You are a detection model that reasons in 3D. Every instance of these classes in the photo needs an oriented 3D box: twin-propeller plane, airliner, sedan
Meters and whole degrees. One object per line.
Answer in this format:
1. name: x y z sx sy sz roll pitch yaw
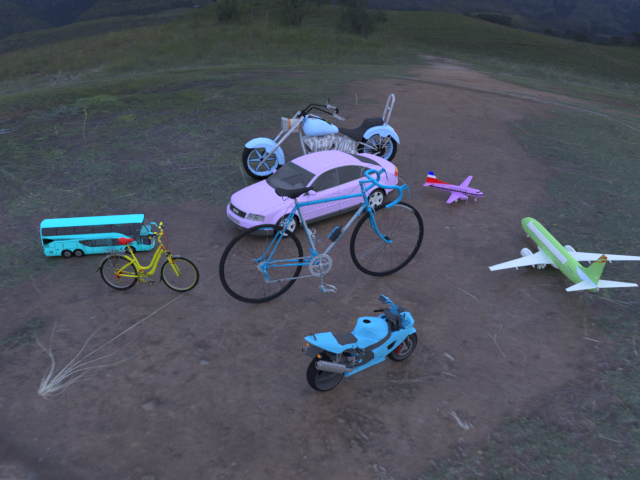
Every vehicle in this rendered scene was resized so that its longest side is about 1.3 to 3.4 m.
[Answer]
1. twin-propeller plane: 2.401 -0.954 12.456 1.095 0.407 1.370 13 30 24
2. airliner: 3.447 0.038 10.063 2.257 0.835 2.541 -4 27 -7
3. sedan: -0.090 -0.901 11.773 3.137 0.940 1.235 -18 32 -31

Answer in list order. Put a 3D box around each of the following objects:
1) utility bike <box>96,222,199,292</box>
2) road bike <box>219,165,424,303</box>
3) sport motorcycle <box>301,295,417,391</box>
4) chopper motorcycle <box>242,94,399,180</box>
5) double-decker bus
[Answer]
1. utility bike: -2.355 0.251 9.530 1.435 0.946 0.535 2 27 3
2. road bike: 0.094 -0.063 9.364 3.004 1.656 0.697 -11 29 -20
3. sport motorcycle: 0.491 1.178 7.867 1.520 0.821 0.506 -15 31 -27
4. chopper motorcycle: 0.035 -1.952 13.223 3.040 1.480 0.906 -6 28 -11
5. double-decker bus: -3.324 -0.070 10.594 1.672 0.541 0.389 -3 27 -7
